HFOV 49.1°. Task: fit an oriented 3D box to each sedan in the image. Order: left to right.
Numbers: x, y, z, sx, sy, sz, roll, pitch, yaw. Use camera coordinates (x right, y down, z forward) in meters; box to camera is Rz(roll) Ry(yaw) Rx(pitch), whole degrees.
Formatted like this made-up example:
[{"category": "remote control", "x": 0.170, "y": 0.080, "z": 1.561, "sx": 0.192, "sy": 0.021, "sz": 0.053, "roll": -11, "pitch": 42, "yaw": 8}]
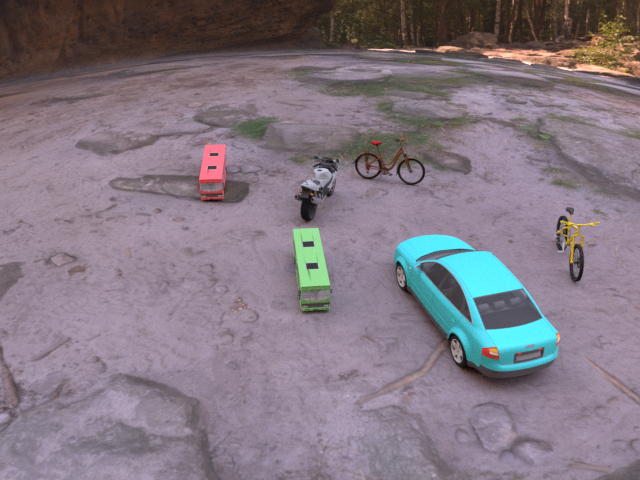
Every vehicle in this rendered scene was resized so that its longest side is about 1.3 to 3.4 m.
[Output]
[{"category": "sedan", "x": 1.991, "y": 0.651, "z": 9.467, "sx": 1.235, "sy": 0.940, "sz": 3.137, "roll": -9, "pitch": 31, "yaw": -15}]

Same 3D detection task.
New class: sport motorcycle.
[{"category": "sport motorcycle", "x": -0.015, "y": -0.942, "z": 12.386, "sx": 0.506, "sy": 0.821, "sz": 1.520, "roll": 11, "pitch": 31, "yaw": 18}]

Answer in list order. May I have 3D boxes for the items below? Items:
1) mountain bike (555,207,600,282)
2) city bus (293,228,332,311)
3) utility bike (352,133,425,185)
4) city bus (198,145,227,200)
[{"category": "mountain bike", "x": 3.839, "y": -0.019, "z": 10.717, "sx": 0.573, "sy": 0.868, "sz": 1.469, "roll": 2, "pitch": 30, "yaw": 4}, {"category": "city bus", "x": -0.143, "y": 0.420, "z": 10.358, "sx": 0.476, "sy": 0.460, "sz": 1.674, "roll": -3, "pitch": 30, "yaw": -5}, {"category": "utility bike", "x": 1.325, "y": -1.576, "z": 13.373, "sx": 1.435, "sy": 0.946, "sz": 0.535, "roll": 9, "pitch": 31, "yaw": 16}, {"category": "city bus", "x": -2.026, "y": -1.296, "z": 13.371, "sx": 0.476, "sy": 0.460, "sz": 1.674, "roll": -2, "pitch": 30, "yaw": -4}]
